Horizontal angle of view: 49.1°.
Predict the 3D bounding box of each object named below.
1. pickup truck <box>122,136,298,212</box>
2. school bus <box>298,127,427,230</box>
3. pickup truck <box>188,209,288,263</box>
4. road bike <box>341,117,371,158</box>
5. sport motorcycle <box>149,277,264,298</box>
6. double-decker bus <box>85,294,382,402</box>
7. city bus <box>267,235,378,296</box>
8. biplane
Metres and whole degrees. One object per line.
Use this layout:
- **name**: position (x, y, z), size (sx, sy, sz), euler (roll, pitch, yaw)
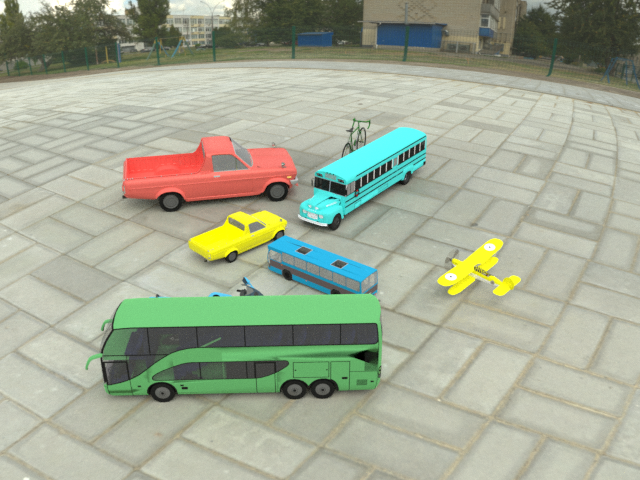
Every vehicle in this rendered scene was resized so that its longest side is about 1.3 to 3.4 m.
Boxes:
- **pickup truck**: position (-1.968, -1.269, 12.557), size (3.117, 0.993, 1.244), euler (-6, 29, -11)
- **school bus**: position (0.819, -1.155, 12.503), size (0.709, 0.844, 3.322), euler (19, 34, 31)
- **pickup truck**: position (-1.256, -0.114, 10.927), size (1.603, 0.511, 0.640), euler (-25, 37, -38)
- **road bike**: position (0.680, -1.912, 13.894), size (0.358, 0.852, 1.545), euler (10, 30, 18)
- **sport motorcycle**: position (-1.290, 0.955, 8.625), size (1.520, 0.821, 0.506), euler (-4, 29, -7)
- **double-decker bus**: position (-0.923, 1.200, 7.929), size (3.251, 1.052, 0.756), euler (-1, 28, -2)
- **city bus**: position (0.013, 0.440, 9.956), size (1.674, 0.460, 0.476), euler (20, 34, 32)
- **biplane**: position (2.240, 0.487, 9.823), size (1.336, 0.504, 1.090), euler (-24, 36, -37)
